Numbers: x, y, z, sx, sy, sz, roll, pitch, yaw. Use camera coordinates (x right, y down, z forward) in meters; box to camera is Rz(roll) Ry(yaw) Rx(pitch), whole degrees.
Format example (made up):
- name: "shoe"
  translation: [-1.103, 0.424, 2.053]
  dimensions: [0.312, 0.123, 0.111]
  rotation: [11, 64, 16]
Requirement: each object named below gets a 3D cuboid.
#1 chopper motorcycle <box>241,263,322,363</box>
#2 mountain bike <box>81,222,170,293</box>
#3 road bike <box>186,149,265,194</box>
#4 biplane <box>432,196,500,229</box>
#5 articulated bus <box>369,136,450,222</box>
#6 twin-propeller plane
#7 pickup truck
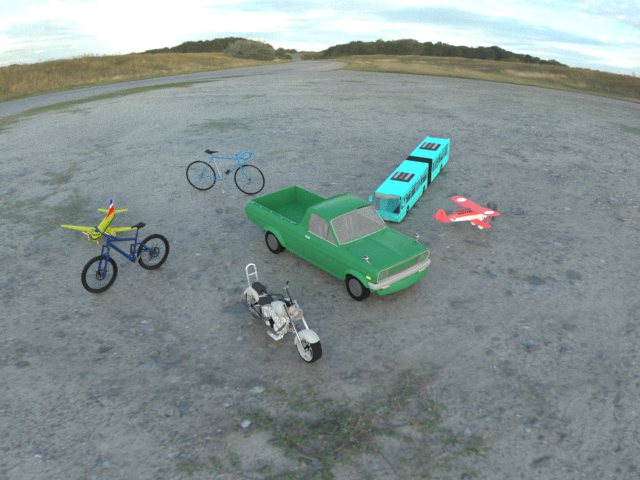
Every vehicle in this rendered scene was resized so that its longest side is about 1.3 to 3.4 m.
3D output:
- name: "chopper motorcycle"
  translation: [-0.491, 0.899, 8.745]
  dimensions: [0.466, 0.761, 1.563]
  rotation: [-18, 32, -32]
- name: "mountain bike"
  translation: [-2.784, 0.191, 10.045]
  dimensions: [0.573, 0.868, 1.469]
  rotation: [22, 34, 37]
- name: "road bike"
  translation: [-1.771, -1.275, 13.000]
  dimensions: [1.545, 0.852, 0.358]
  rotation: [6, 27, 11]
- name: "biplane"
  translation: [2.417, -0.420, 11.675]
  dimensions: [1.090, 0.504, 1.336]
  rotation: [-8, 28, -16]
- name: "articulated bus"
  translation: [1.790, -1.224, 13.224]
  dimensions: [0.605, 0.561, 3.401]
  rotation: [11, 29, 21]
- name: "twin-propeller plane"
  translation: [-3.557, -0.293, 11.531]
  dimensions: [1.370, 0.407, 1.095]
  rotation: [1, 27, 2]
- name: "pickup truck"
  translation: [0.187, -0.153, 10.593]
  dimensions: [1.244, 0.993, 3.117]
  rotation: [-21, 33, -36]
